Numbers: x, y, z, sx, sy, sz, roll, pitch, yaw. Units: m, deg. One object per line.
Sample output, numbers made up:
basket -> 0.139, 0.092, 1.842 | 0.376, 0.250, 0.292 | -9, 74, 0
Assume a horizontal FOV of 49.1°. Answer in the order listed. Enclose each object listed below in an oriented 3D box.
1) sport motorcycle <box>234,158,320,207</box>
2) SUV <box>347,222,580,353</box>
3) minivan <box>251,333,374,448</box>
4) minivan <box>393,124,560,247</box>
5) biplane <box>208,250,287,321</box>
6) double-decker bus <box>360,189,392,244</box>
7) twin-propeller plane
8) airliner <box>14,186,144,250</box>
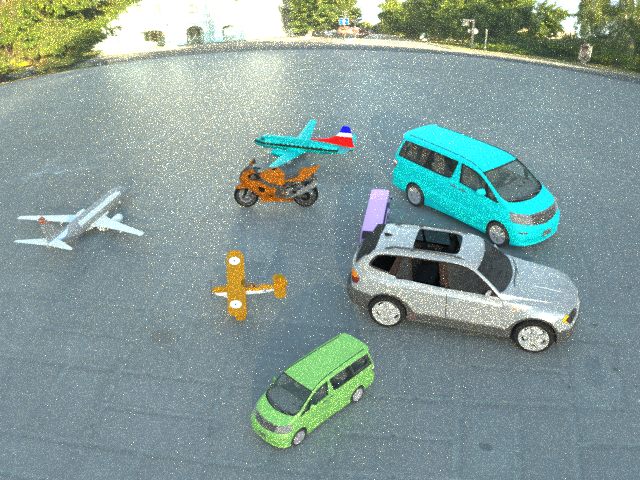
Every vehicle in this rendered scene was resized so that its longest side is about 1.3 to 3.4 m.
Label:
sport motorcycle -> -0.755, -0.960, 12.247 | 1.520, 0.821, 0.506 | -1, 30, -1
SUV -> 1.893, 0.531, 9.347 | 3.058, 1.128, 1.276 | 8, 31, 14
minivan -> -0.071, 1.667, 7.887 | 0.681, 0.616, 1.548 | 26, 39, 38
minivan -> 2.626, -0.971, 11.888 | 1.324, 1.197, 3.011 | -22, 37, -33
biplane -> -0.997, 0.686, 9.704 | 1.090, 0.504, 1.336 | -3, 30, -6
double-decker bus -> 0.911, -0.310, 11.398 | 0.389, 0.541, 1.672 | 5, 30, 8
twin-propeller plane -> -0.342, -2.011, 14.101 | 2.129, 0.792, 2.663 | 9, 31, 15
airliner -> -3.826, -0.533, 11.490 | 2.257, 0.835, 2.541 | 7, 31, 12
